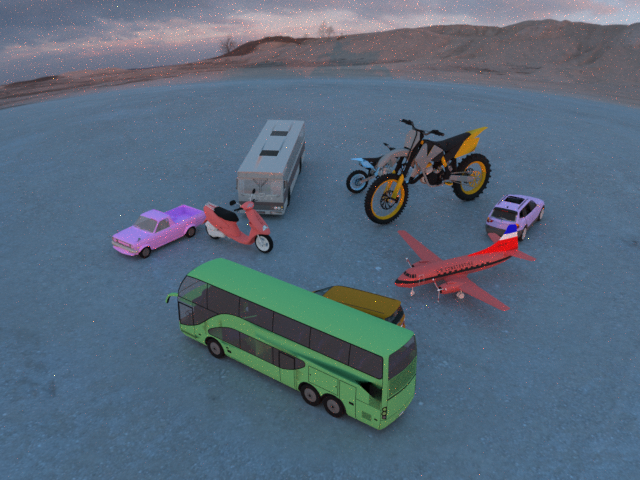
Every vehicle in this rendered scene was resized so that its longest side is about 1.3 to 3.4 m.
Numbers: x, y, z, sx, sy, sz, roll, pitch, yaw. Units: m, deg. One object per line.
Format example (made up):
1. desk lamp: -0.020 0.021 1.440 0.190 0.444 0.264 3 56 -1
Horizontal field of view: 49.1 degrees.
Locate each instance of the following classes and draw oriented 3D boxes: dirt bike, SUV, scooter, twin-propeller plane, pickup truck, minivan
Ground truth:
1. dirt bike: 1.979 -1.261 12.279 2.903 1.666 1.024 -16 30 -30
2. SUV: 3.344 -0.489 11.926 0.656 0.580 1.572 16 30 29
3. dirt bike: 1.188 -1.376 13.454 1.493 0.857 0.527 -10 27 -20
4. scooter: -1.340 -0.332 11.210 1.399 0.919 0.662 15 29 28
5. twin-propeller plane: 2.003 0.286 10.068 2.129 0.792 2.663 -11 28 -22
6. pickup truck: -2.611 -0.217 11.441 0.640 0.511 1.603 18 31 33
7. minivan: 0.293 0.950 8.890 1.548 0.616 0.681 13 29 25

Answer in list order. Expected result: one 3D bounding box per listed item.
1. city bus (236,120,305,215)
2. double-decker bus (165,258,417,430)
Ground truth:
1. city bus: -0.872 -1.448 13.560 0.926 0.894 3.255 2 26 5
2. double-decker bus: -0.414 1.083 8.110 3.251 1.052 0.756 18 31 33
